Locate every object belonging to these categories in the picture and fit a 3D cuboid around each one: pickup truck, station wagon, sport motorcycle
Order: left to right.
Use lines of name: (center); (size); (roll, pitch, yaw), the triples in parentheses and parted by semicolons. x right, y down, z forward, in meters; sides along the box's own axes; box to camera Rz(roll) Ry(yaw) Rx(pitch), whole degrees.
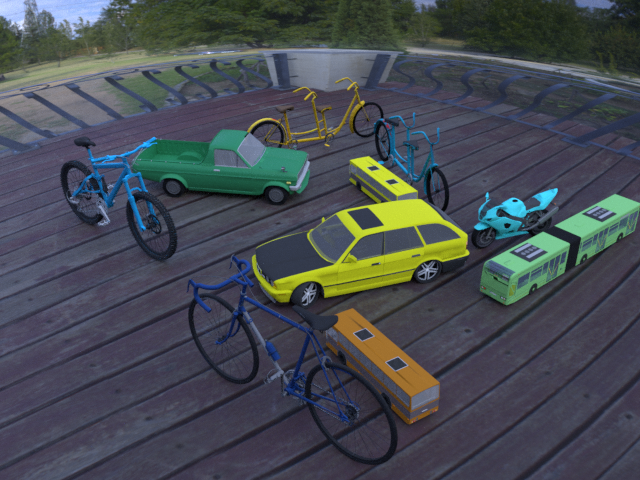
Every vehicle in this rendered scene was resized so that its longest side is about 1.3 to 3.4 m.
pickup truck: (-1.756, -1.404, 12.590); (3.117, 0.993, 1.244); (5, 30, 9)
station wagon: (0.570, 0.093, 10.052); (3.105, 0.920, 1.327); (-10, 31, -17)
sport motorcycle: (3.029, -0.345, 10.916); (1.520, 0.821, 0.506); (-12, 32, -20)

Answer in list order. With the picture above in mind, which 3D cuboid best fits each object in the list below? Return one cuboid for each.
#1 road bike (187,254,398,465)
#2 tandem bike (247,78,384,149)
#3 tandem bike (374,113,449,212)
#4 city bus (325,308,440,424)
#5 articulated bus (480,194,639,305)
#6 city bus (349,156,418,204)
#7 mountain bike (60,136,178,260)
road bike: (-0.412, 1.216, 7.354); (3.004, 1.656, 0.696); (23, 37, 34)
tandem bike: (-0.059, -2.484, 14.140); (3.192, 1.326, 0.550); (-15, 33, -24)
tandem bike: (1.604, -1.633, 12.656); (0.550, 1.326, 3.192); (-9, 31, -16)
city bus: (0.683, 1.445, 8.156); (0.476, 0.460, 1.674); (-18, 34, -28)
articulated bus: (3.676, 0.078, 10.439); (3.401, 0.561, 0.605); (-22, 37, -34)
city bus: (1.086, -0.938, 12.313); (0.476, 0.460, 1.674); (-14, 33, -23)
mountain bike: (-3.192, -0.746, 10.745); (2.857, 1.688, 1.114); (23, 37, 34)
